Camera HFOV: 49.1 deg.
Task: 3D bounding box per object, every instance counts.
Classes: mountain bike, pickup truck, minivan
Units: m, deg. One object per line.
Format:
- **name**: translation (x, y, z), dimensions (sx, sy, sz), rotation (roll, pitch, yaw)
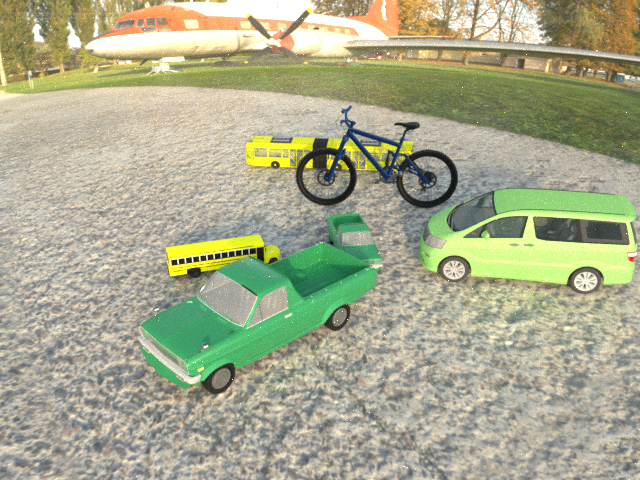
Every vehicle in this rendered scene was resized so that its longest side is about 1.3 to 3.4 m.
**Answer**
- **mountain bike**: translation (0.996, -1.364, 12.229), dimensions (2.857, 1.688, 1.114), rotation (2, 27, 3)
- **pickup truck**: translation (0.515, -0.014, 10.884), dimensions (0.640, 0.511, 1.603), rotation (-4, 27, -8)
- **minivan**: translation (2.996, -0.080, 10.261), dimensions (3.011, 1.197, 1.324), rotation (5, 27, 9)
- **pickup truck**: translation (-0.699, 0.773, 8.817), dimensions (3.117, 0.993, 1.244), rotation (-23, 35, -37)

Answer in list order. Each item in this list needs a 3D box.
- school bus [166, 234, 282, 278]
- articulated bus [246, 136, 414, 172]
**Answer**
- **school bus**: translation (-1.427, 0.229, 10.494), dimensions (1.708, 0.434, 0.365), rotation (-8, 28, -15)
- **articulated bus**: translation (0.210, -1.749, 14.215), dimensions (3.401, 0.561, 0.605), rotation (3, 27, 5)
